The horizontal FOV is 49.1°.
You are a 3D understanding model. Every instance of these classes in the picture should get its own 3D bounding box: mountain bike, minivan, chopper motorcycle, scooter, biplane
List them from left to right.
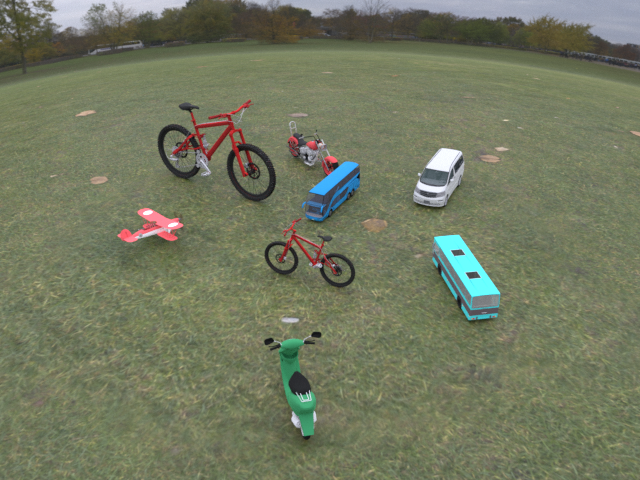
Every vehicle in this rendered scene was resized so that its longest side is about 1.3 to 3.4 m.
[{"bbox_3d":[-2.752,-0.177,11.442,1.090,0.504,1.336,-22,37,-34],"label":"biplane"},{"bbox_3d":[-1.988,-1.725,12.960,2.857,1.688,1.114,18,35,29],"label":"mountain bike"},{"bbox_3d":[-0.271,1.552,7.997,0.662,0.919,1.399,-6,30,-11],"label":"scooter"},{"bbox_3d":[-0.165,0.223,10.376,1.469,0.868,0.573,12,32,20],"label":"mountain bike"},{"bbox_3d":[-0.151,-1.834,14.084,0.466,0.761,1.563,-21,36,-32],"label":"chopper motorcycle"},{"bbox_3d":[2.236,-1.168,13.066,0.681,0.616,1.548,13,32,21],"label":"minivan"}]

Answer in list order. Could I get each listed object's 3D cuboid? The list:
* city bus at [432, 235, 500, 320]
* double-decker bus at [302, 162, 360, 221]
[{"bbox_3d":[2.100,0.536,10.238,0.476,0.460,1.674,-5,30,-8],"label":"city bus"},{"bbox_3d":[0.238,-0.874,12.626,0.389,0.541,1.672,14,33,23],"label":"double-decker bus"}]
